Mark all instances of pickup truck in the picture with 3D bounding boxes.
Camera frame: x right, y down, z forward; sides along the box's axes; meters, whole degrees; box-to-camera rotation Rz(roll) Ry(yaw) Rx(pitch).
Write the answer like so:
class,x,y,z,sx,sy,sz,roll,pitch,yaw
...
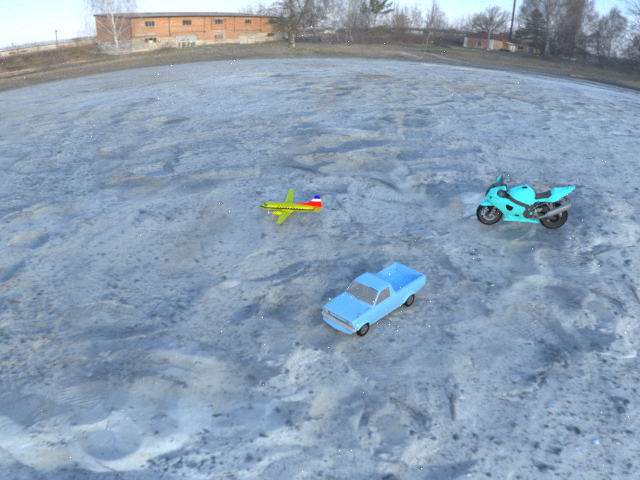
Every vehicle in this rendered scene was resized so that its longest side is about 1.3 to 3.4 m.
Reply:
class,x,y,z,sx,sy,sz,roll,pitch,yaw
pickup truck,0.757,0.731,9.511,0.640,0.511,1.603,25,38,38

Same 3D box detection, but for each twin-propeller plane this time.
class,x,y,z,sx,sy,sz,roll,pitch,yaw
twin-propeller plane,-0.502,-0.613,12.057,1.095,0.407,1.370,4,29,6

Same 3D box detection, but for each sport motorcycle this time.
class,x,y,z,sx,sy,sz,roll,pitch,yaw
sport motorcycle,3.380,-0.592,11.589,1.520,0.821,0.506,3,29,6
